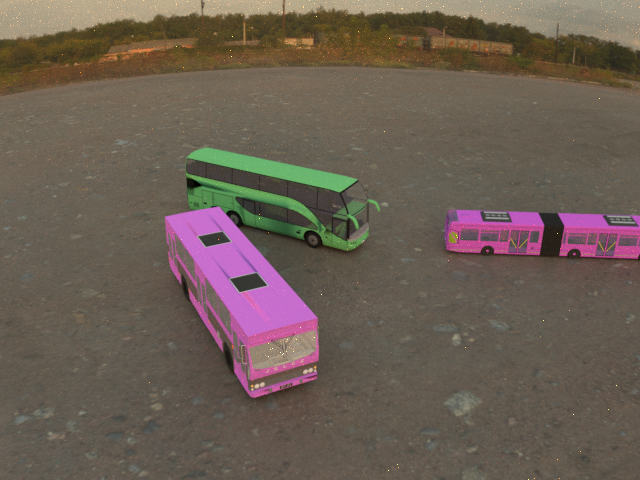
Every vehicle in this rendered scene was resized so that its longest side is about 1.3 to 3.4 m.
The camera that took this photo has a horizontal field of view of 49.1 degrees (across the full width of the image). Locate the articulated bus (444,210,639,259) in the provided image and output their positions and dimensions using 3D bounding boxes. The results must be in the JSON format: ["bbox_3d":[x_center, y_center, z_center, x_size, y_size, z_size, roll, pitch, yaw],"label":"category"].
[{"bbox_3d":[3.601,-0.077,10.434,3.401,0.561,0.605,2,27,4],"label":"articulated bus"}]

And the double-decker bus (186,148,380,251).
[{"bbox_3d":[-0.679,-0.660,11.049,3.251,1.052,0.756,15,30,27],"label":"double-decker bus"}]

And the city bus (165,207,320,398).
[{"bbox_3d":[-1.075,0.639,8.635,0.926,0.894,3.255,-12,29,-23],"label":"city bus"}]
